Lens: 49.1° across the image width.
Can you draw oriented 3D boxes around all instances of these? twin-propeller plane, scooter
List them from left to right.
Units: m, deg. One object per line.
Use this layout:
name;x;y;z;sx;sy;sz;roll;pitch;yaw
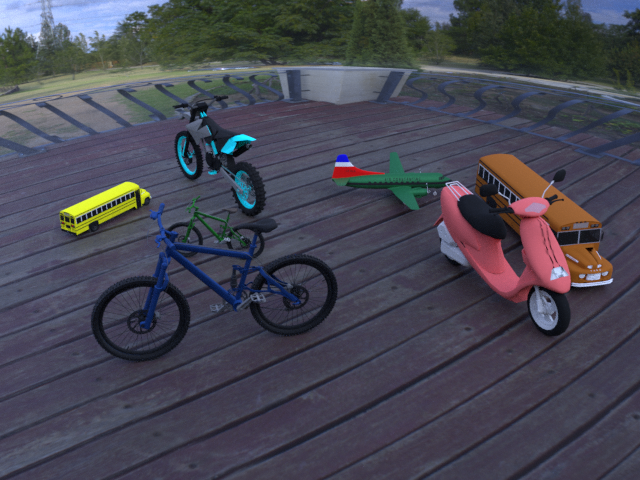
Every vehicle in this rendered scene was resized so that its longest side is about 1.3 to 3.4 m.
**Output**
twin-propeller plane;1.270;-1.126;12.185;2.129;0.792;2.663;-1;27;-2
scooter;2.324;-0.087;9.032;1.288;1.786;2.721;-12;29;-22

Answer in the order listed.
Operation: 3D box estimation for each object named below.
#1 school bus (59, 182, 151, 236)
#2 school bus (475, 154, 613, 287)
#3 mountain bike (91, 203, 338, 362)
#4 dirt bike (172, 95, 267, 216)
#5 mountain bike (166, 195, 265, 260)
school bus;-3.460;-0.555;11.452;0.365;0.434;1.708;15;30;27
school bus;3.320;-0.365;10.623;0.709;0.844;3.322;-5;27;-10
mountain bike;-1.159;0.507;7.967;2.857;1.688;1.114;-8;28;-15
dirt bike;-1.814;-1.525;12.003;1.024;1.666;2.903;-19;33;-33
mountain bike;-1.530;-0.124;10.120;1.469;0.868;0.573;2;27;5
